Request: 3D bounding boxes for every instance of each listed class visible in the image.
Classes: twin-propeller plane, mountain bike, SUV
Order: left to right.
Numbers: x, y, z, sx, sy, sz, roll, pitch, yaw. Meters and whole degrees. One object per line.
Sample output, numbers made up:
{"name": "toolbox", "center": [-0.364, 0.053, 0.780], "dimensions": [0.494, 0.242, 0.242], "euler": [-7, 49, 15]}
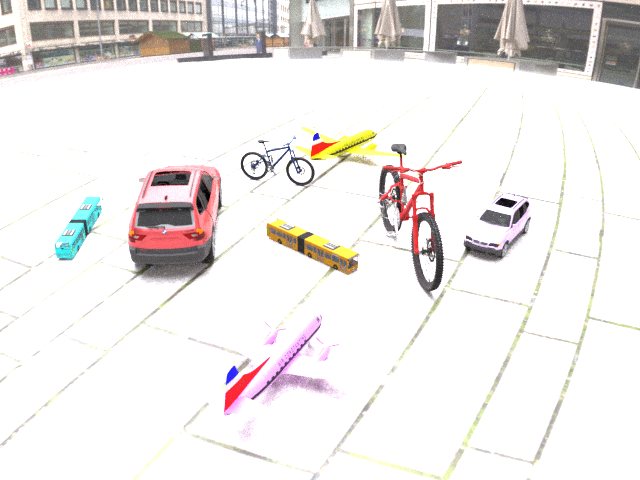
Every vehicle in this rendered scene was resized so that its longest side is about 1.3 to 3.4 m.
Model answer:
{"name": "SUV", "center": [-2.236, -0.618, 11.023], "dimensions": [1.276, 1.128, 3.058], "euler": [-2, 28, -3]}
{"name": "mountain bike", "center": [-0.797, -1.459, 12.897], "dimensions": [1.469, 0.868, 0.573], "euler": [9, 29, 16]}
{"name": "twin-propeller plane", "center": [-0.482, 1.255, 7.832], "dimensions": [2.663, 0.792, 2.129], "euler": [13, 31, 24]}
{"name": "twin-propeller plane", "center": [0.499, -1.984, 13.975], "dimensions": [2.663, 0.792, 2.129], "euler": [22, 35, 35]}
{"name": "mountain bike", "center": [1.287, -0.513, 10.224], "dimensions": [1.114, 1.688, 2.857], "euler": [-5, 28, -10]}
{"name": "SUV", "center": [2.809, -0.269, 10.949], "dimensions": [0.656, 0.580, 1.572], "euler": [18, 33, 30]}

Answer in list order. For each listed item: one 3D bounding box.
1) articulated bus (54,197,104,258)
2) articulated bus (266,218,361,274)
{"name": "articulated bus", "center": [-3.831, -0.228, 11.183], "dimensions": [0.311, 0.289, 1.749], "euler": [0, 28, -1]}
{"name": "articulated bus", "center": [-0.135, 0.073, 10.613], "dimensions": [1.749, 0.289, 0.311], "euler": [24, 36, 37]}
